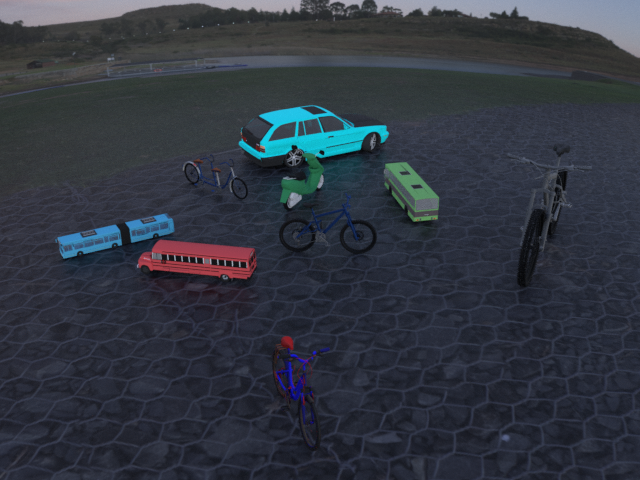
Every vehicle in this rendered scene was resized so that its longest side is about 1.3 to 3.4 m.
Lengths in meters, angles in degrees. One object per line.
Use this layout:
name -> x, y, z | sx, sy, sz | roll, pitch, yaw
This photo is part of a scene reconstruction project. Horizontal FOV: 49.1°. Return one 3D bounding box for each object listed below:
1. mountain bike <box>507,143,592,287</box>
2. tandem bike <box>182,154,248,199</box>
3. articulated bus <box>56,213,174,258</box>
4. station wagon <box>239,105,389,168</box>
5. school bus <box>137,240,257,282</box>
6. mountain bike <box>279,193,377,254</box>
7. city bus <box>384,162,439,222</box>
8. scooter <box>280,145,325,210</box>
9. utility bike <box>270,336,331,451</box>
mountain bike -> 3.285, -0.518, 10.132 | 1.114, 1.688, 2.857 | 13, 30, 24
tandem bike -> -1.907, -1.197, 12.577 | 1.642, 0.682, 0.283 | 19, 33, 33
articulated bus -> -3.130, -0.073, 10.800 | 1.749, 0.289, 0.311 | -15, 31, -27
station wagon -> -0.069, -2.240, 14.365 | 3.105, 0.920, 1.327 | -15, 30, -26
school bus -> -1.767, 0.284, 9.937 | 1.708, 0.434, 0.365 | 5, 27, 10
mountain bike -> 0.117, -0.196, 10.403 | 1.469, 0.868, 0.573 | 2, 27, 3
city bus -> 1.555, -0.831, 12.102 | 0.476, 0.460, 1.674 | -6, 27, -11
scooter -> -0.286, -1.119, 12.163 | 0.662, 0.919, 1.399 | 14, 30, 26
utility bike -> -0.219, 1.414, 7.150 | 0.535, 0.946, 1.435 | -10, 29, -19
